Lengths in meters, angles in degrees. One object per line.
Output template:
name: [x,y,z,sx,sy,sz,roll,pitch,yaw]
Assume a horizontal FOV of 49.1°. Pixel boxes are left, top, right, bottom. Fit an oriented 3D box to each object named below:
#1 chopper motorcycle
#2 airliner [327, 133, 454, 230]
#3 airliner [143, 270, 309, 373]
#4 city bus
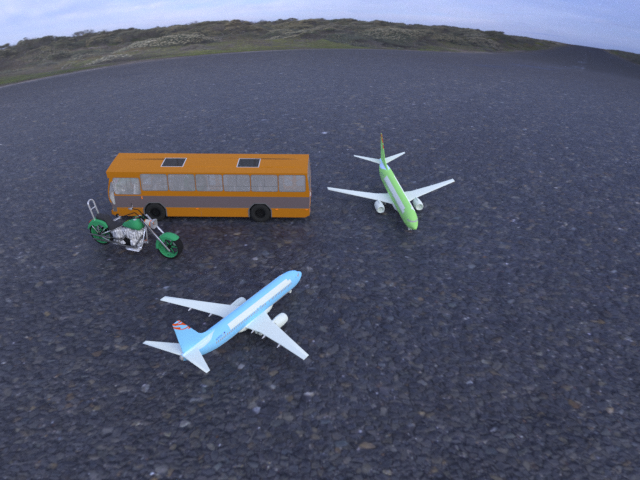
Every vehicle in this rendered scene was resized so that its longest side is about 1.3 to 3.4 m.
chopper motorcycle: [-2.798,-0.167,10.498,1.563,0.761,0.466,9,31,16]
airliner: [1.292,-0.996,11.887,2.257,0.835,2.541,-4,30,-8]
airliner: [-0.954,0.780,8.754,2.257,0.835,2.541,17,34,28]
city bus: [-1.783,-0.874,11.611,3.255,0.894,0.926,1,30,1]
